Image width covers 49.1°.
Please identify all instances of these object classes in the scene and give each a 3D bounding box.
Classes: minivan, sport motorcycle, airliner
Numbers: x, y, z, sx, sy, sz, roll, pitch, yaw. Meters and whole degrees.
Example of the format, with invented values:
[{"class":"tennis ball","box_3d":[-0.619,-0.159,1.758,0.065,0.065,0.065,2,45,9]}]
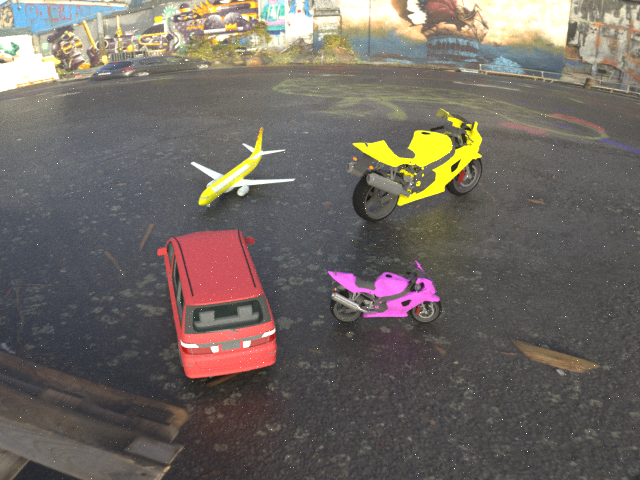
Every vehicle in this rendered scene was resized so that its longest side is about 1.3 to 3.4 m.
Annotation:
[{"class":"minivan","box_3d":[-1.400,0.547,9.197,1.324,1.197,3.011,-7,28,-14]},{"class":"sport motorcycle","box_3d":[0.861,0.737,9.239,1.520,0.821,0.506,1,28,1]},{"class":"sport motorcycle","box_3d":[1.775,-1.297,12.295,2.955,1.596,0.983,-17,32,-29]},{"class":"airliner","box_3d":[-1.632,-1.384,13.282,2.257,0.835,2.541,11,30,20]}]
